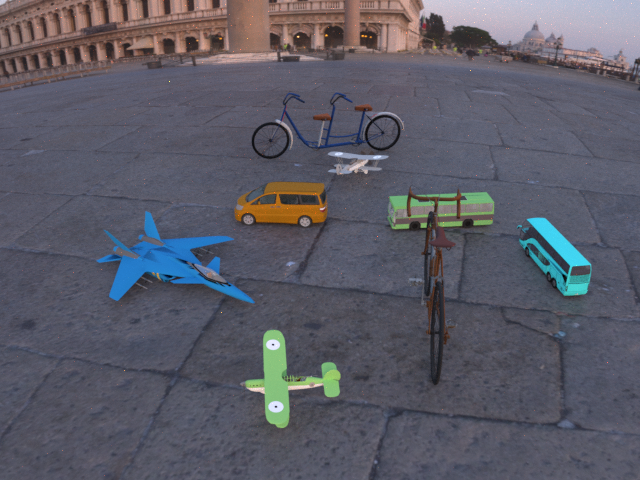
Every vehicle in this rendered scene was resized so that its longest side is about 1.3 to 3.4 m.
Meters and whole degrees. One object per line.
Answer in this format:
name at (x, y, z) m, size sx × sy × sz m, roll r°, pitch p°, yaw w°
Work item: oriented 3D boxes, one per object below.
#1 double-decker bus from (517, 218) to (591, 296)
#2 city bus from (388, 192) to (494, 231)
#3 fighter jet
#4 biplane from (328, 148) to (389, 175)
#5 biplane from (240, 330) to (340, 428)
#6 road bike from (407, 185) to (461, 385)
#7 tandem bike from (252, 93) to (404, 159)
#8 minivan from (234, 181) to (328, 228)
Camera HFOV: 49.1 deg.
double-decker bus at (3.367, 0.195, 10.153) m, size 0.389 × 0.541 × 1.672 m, roll -4°, pitch 28°, yaw -7°
city bus at (1.976, -0.465, 11.497) m, size 1.674 × 0.460 × 0.476 m, roll -3°, pitch 28°, yaw -5°
fighter jet at (-1.912, 0.309, 9.919) m, size 2.640 × 0.557 × 2.229 m, roll 20°, pitch 34°, yaw 33°
biplane at (0.614, -1.424, 13.277) m, size 1.336 × 0.504 × 1.090 m, roll 19°, pitch 33°, yaw 32°
biplane at (-0.319, 1.559, 7.594) m, size 1.090 × 0.504 × 1.336 m, roll -2°, pitch 28°, yaw -4°
road bike at (1.398, 0.395, 8.572) m, size 0.696 × 1.656 × 3.004 m, roll 2°, pitch 28°, yaw 5°
tandem bike at (0.192, -2.349, 14.156) m, size 3.192 × 1.326 × 0.550 m, roll -6°, pitch 28°, yaw -11°
minivan at (-0.652, -0.620, 11.626) m, size 1.548 × 0.616 × 0.681 m, roll 2°, pitch 28°, yaw 4°
